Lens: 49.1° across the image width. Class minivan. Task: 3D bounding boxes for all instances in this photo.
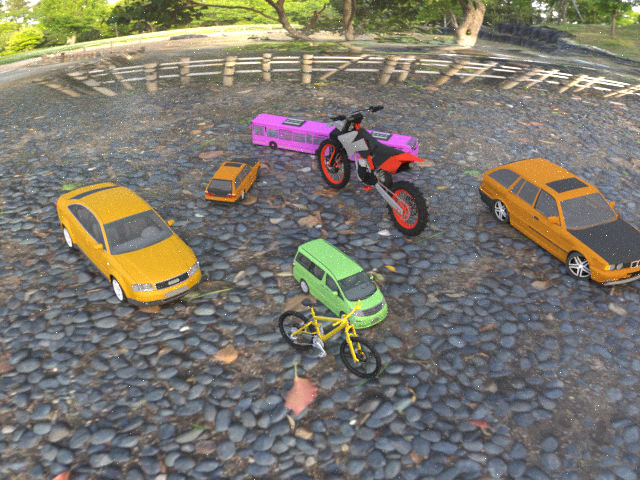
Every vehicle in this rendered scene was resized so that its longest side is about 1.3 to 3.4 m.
[{"bbox_3d":[0.265,0.578,9.516,0.681,0.616,1.548,-20,36,-30],"label":"minivan"}]

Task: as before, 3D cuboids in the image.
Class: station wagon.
[{"bbox_3d":[3.810,-0.427,10.901,1.327,0.920,3.105,-13,33,-20],"label":"station wagon"},{"bbox_3d":[-1.532,-1.150,12.546,0.682,0.473,1.597,7,32,11],"label":"station wagon"}]

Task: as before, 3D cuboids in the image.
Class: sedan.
[{"bbox_3d":[-2.882,-0.096,10.329,1.235,0.940,3.137,-22,37,-32],"label":"sedan"}]

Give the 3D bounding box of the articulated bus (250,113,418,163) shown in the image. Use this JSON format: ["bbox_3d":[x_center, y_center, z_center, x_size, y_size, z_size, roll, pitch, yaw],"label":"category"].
[{"bbox_3d":[0.228,-1.960,13.816,3.401,0.561,0.605,12,33,20],"label":"articulated bus"}]

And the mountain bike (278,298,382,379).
[{"bbox_3d":[0.094,1.122,8.360,1.469,0.868,0.573,19,36,29],"label":"mountain bike"}]

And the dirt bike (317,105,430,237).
[{"bbox_3d":[0.795,-1.240,11.535,1.024,1.666,2.903,-19,36,-29],"label":"dirt bike"}]
